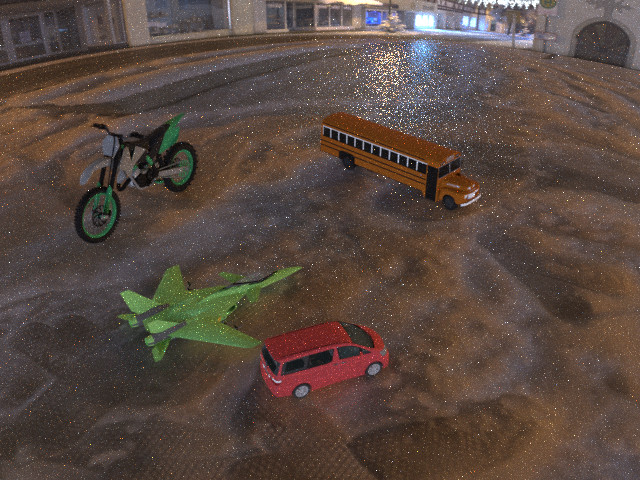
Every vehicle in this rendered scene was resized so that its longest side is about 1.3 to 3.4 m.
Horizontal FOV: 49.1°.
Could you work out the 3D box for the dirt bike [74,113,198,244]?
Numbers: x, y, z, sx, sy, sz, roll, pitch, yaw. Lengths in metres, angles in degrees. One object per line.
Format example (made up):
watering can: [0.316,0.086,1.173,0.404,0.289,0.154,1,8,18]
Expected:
dirt bike: [-2.950,-1.152,11.416,1.024,1.666,2.903,16,35,24]

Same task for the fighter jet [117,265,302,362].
fighter jet: [-1.311,0.673,9.510,2.640,0.557,2.229,-22,38,-31]

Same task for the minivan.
minivan: [0.076,1.352,8.351,1.548,0.616,0.681,-13,34,-20]

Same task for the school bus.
school bus: [1.421,-1.485,12.741,3.322,0.844,0.709,27,41,36]
